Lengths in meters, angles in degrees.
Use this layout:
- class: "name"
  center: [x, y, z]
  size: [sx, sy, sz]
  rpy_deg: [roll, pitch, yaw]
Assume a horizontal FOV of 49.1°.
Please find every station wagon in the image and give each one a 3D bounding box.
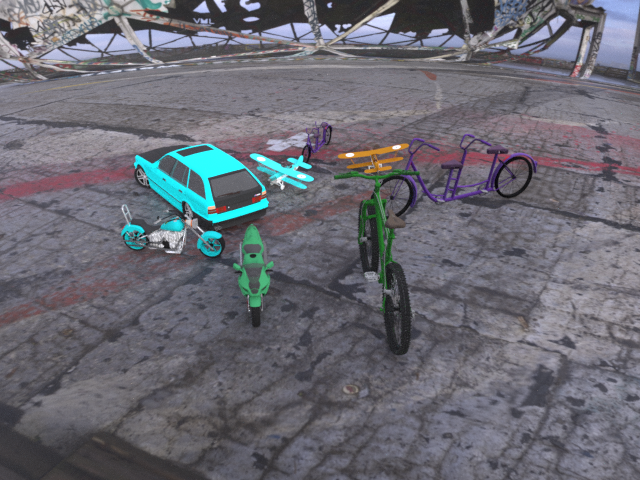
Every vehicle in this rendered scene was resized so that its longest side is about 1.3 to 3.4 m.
- class: "station wagon"
  center: [-2.147, -1.138, 12.048]
  size: [1.327, 0.920, 3.105]
  rpy_deg: [-19, 34, -32]

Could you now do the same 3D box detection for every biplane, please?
- class: "biplane"
  center: [-0.601, -1.235, 12.670]
  size: [1.336, 0.504, 1.090]
  rpy_deg: [17, 33, 29]
- class: "biplane"
  center: [1.011, -1.473, 13.114]
  size: [1.336, 0.504, 1.090]
  rpy_deg: [-1, 28, -3]

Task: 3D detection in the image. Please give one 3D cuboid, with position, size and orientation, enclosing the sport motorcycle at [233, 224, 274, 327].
- class: "sport motorcycle"
  center: [-0.866, 0.455, 9.181]
  size: [0.506, 0.821, 1.520]
  rpy_deg: [-3, 28, -5]

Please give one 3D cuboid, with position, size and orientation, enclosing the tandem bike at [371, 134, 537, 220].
- class: "tandem bike"
  center: [2.292, -1.126, 11.597]
  size: [3.192, 1.326, 0.550]
  rpy_deg: [-11, 30, -19]

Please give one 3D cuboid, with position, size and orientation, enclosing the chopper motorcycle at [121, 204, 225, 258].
- class: "chopper motorcycle"
  center: [-2.187, -0.132, 10.339]
  size: [1.563, 0.761, 0.466]
  rpy_deg: [4, 28, 7]

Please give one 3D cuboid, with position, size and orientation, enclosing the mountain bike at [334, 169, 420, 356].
- class: "mountain bike"
  center: [0.791, 0.128, 8.872]
  size: [1.114, 1.688, 2.857]
  rpy_deg: [-3, 28, -6]

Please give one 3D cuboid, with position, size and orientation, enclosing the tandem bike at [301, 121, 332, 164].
- class: "tandem bike"
  center: [-0.049, -2.035, 13.974]
  size: [0.283, 0.682, 1.642]
  rpy_deg: [10, 30, 18]
